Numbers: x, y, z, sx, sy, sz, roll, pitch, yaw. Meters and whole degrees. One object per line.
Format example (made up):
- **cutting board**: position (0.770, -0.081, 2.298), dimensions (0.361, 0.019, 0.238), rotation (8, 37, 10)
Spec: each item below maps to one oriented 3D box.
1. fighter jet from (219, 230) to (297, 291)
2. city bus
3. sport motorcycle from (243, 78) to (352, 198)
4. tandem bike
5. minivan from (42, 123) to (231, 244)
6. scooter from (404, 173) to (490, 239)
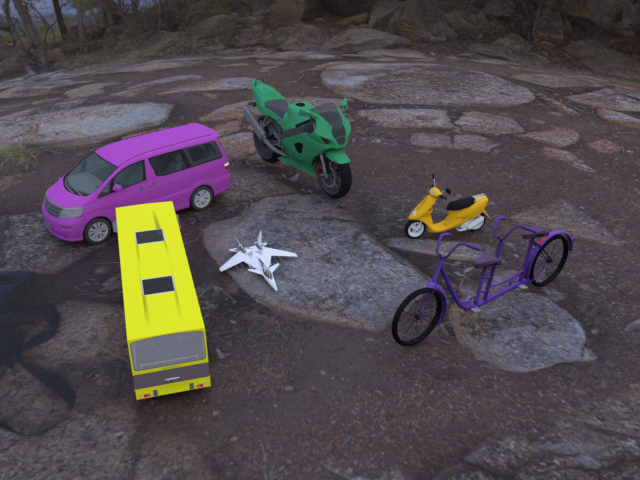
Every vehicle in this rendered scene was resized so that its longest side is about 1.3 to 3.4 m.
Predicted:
- **fighter jet**: position (-0.830, 0.304, 9.882), dimensions (1.147, 0.286, 1.358), rotation (-11, 30, -19)
- **city bus**: position (-2.007, 0.619, 8.660), dimensions (0.926, 0.894, 3.255), rotation (-8, 29, -14)
- **sport motorcycle**: position (-0.382, -1.862, 12.512), dimensions (0.983, 1.596, 2.955), rotation (-19, 34, -31)
- **tandem bike**: position (2.143, 0.346, 8.711), dimensions (3.192, 1.326, 0.550), rotation (-18, 33, -30)
- **minivan**: position (-2.946, -0.967, 11.276), dimensions (3.011, 1.197, 1.324), rotation (-22, 35, -34)
- **scooter**: position (1.965, -0.493, 10.692), dimensions (1.399, 0.919, 0.662), rotation (-7, 29, -13)
